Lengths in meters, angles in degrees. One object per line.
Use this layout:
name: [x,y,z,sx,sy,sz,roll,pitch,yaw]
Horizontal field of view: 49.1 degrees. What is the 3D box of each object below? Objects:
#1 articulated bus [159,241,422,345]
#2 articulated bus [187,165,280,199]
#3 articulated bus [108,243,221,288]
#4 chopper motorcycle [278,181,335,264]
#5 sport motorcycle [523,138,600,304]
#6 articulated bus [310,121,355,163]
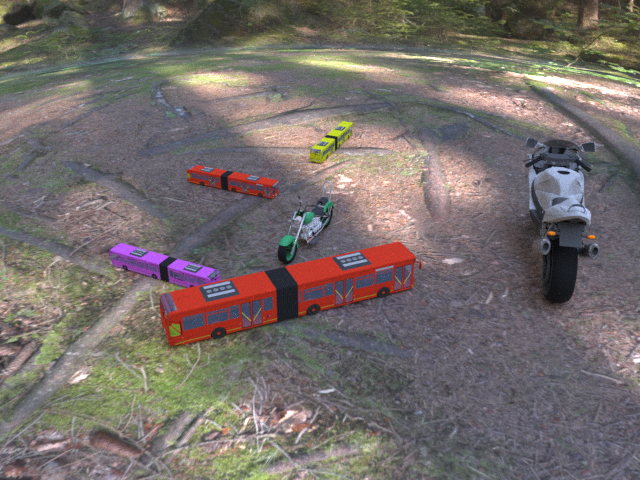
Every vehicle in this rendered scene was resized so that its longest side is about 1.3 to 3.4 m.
articulated bus: [-0.322,0.656,9.044,3.401,0.561,0.605,-12,31,-20]
articulated bus: [-1.537,-1.032,12.333,1.749,0.289,0.311,12,32,21]
articulated bus: [-2.187,0.387,9.802,1.749,0.289,0.311,14,32,23]
chopper motorcycle: [-0.199,-0.279,10.507,0.466,0.761,1.563,14,32,24]
sport motorcycle: [3.332,-0.385,9.841,0.983,1.596,2.955,5,30,10]
articulated bus: [0.251,-1.974,14.011,0.311,0.289,1.749,12,31,20]
